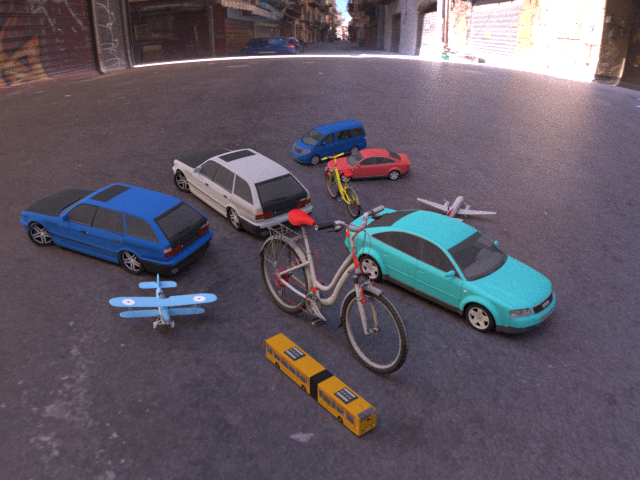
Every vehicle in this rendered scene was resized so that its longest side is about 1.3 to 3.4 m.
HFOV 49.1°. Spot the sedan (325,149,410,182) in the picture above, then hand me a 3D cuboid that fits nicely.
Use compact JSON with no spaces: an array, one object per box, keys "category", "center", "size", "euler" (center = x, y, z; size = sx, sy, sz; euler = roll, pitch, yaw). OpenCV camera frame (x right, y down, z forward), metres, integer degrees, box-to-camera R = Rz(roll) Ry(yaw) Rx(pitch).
[{"category":"sedan","center":[0.909,-1.448,13.294],"size":[1.613,0.483,0.635],"euler":[-4,29,-7]}]

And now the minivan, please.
[{"category":"minivan","center":[0.183,-1.989,14.143],"size":[1.548,0.616,0.681],"euler":[-16,33,-27]}]

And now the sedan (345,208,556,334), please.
[{"category":"sedan","center":[1.741,0.263,9.694],"size":[3.137,0.940,1.235],"euler":[24,37,37]}]

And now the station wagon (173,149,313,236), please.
[{"category":"station wagon","center":[-1.446,-1.066,12.142],"size":[1.327,0.920,3.105],"euler":[-20,35,-32]}]

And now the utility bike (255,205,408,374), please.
[{"category":"utility bike","center":[0.133,0.364,8.575],"size":[1.039,1.839,2.791],"euler":[-23,36,-35]}]

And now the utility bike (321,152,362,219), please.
[{"category":"utility bike","center":[0.338,-0.963,11.926],"size":[0.535,0.946,1.435],"euler":[-12,31,-20]}]

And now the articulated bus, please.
[{"category":"articulated bus","center":[-0.036,1.596,7.939],"size":[0.311,0.289,1.749],"euler":[-21,35,-33]}]

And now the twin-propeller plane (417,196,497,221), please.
[{"category":"twin-propeller plane","center":[2.262,-0.563,11.757],"size":[1.370,0.407,1.095],"euler":[12,31,21]}]

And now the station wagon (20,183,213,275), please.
[{"category":"station wagon","center":[-3.217,-0.332,10.802],"size":[3.105,0.920,1.327],"euler":[14,32,23]}]

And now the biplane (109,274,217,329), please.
[{"category":"biplane","center":[-2.038,0.814,9.142],"size":[1.336,0.504,1.090],"euler":[-9,30,-16]}]
